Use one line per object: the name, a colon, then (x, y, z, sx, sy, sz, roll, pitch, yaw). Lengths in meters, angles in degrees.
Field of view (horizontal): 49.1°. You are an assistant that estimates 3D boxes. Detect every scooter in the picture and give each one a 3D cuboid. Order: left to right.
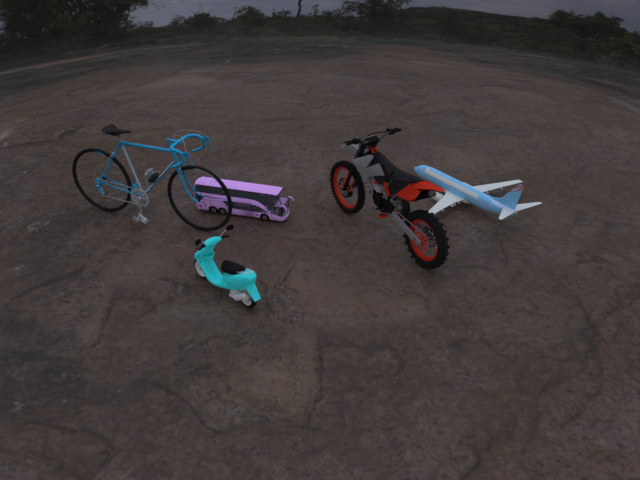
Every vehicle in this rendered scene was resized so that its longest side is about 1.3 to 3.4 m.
scooter: (-1.328, 0.347, 9.692, 1.399, 0.919, 0.662, 27, 40, 37)

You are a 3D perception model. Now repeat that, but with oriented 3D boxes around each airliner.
airliner: (2.486, -1.001, 12.006, 2.257, 0.835, 2.541, -20, 36, -29)

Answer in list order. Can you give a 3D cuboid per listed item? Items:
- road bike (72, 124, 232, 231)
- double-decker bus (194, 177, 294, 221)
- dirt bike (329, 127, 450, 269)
road bike: (-2.777, -1.035, 11.269, 3.004, 1.656, 0.696, 11, 33, 18)
double-decker bus: (-1.291, -0.683, 11.764, 1.672, 0.541, 0.389, 9, 32, 14)
dirt bike: (0.990, -0.761, 10.805, 1.024, 1.666, 2.903, -19, 36, -28)
